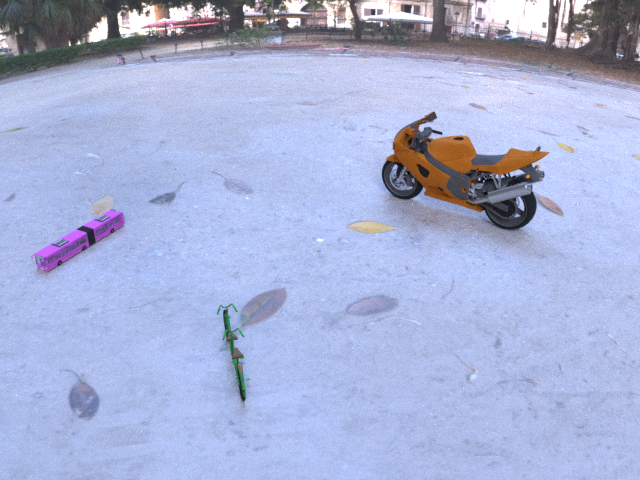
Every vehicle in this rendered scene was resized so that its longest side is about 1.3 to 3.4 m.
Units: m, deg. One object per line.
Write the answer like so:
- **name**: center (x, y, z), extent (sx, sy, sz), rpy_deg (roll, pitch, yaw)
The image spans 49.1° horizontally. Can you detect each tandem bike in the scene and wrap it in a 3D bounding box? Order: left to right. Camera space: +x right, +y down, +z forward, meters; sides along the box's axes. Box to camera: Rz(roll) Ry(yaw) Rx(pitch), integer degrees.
- **tandem bike**: center (-1.082, 1.300, 8.696), extent (0.283, 0.682, 1.642), rpy_deg (-8, 31, -13)

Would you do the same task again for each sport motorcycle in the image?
- **sport motorcycle**: center (2.386, -1.178, 12.070), extent (2.955, 1.596, 0.983), rpy_deg (19, 35, 29)

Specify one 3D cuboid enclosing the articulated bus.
- **articulated bus**: center (-3.877, -0.022, 11.376), extent (0.311, 0.289, 1.749), rpy_deg (15, 33, 24)
